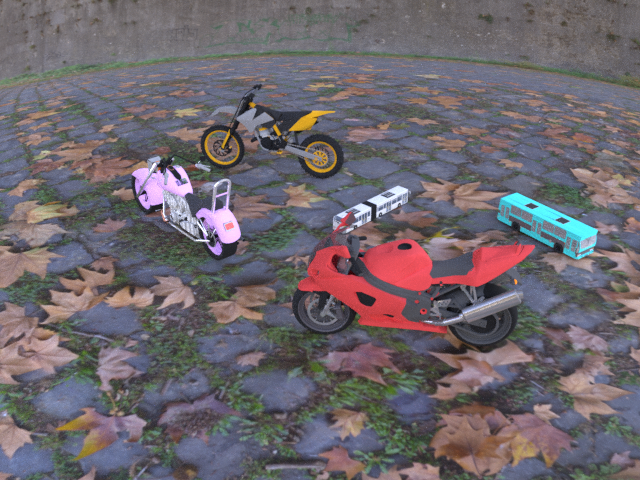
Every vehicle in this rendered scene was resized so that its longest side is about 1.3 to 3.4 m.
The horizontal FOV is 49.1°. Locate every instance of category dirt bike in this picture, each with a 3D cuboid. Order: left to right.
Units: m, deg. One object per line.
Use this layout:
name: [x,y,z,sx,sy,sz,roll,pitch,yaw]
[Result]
dirt bike: [-0.961,-2.042,13.474,2.903,1.666,1.024,6,30,11]

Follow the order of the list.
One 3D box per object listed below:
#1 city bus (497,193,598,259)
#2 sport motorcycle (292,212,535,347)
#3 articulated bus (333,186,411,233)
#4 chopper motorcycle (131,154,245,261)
city bus: [3.693,-0.233,11.493,0.476,0.460,1.674,-19,34,-30]
sport motorcycle: [1.102,0.599,8.860,2.955,1.596,0.983,3,30,6]
articulated bus: [0.914,-0.542,12.216,0.311,0.289,1.749,26,38,38]
chopper motorcycle: [-2.278,-0.740,11.353,0.906,1.480,3.040,-23,37,-34]
